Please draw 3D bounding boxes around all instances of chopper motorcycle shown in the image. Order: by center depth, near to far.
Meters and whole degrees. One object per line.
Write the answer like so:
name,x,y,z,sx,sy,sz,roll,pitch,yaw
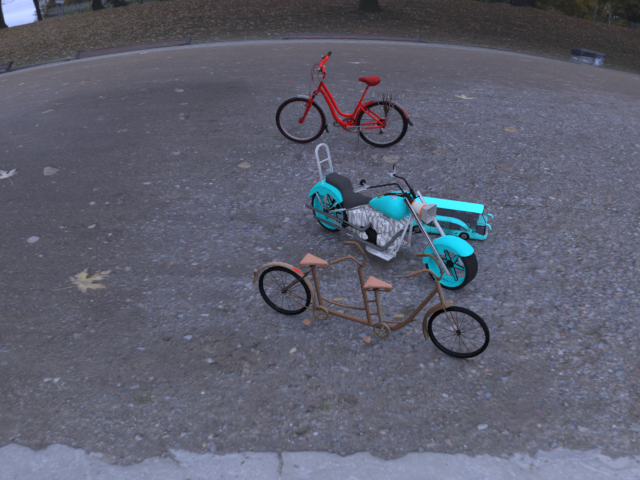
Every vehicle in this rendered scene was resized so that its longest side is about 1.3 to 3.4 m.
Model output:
chopper motorcycle,1.010,-0.380,10.424,3.040,1.480,0.906,25,39,35

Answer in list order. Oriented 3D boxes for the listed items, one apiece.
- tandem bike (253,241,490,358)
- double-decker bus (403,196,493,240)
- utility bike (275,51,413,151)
tandem bike,0.578,0.668,8.852,3.192,1.326,0.550,12,33,19
double-decker bus,1.932,-0.374,11.318,1.672,0.541,0.389,9,32,14
utility bike,0.467,-2.654,13.815,2.791,1.839,1.039,4,32,6
